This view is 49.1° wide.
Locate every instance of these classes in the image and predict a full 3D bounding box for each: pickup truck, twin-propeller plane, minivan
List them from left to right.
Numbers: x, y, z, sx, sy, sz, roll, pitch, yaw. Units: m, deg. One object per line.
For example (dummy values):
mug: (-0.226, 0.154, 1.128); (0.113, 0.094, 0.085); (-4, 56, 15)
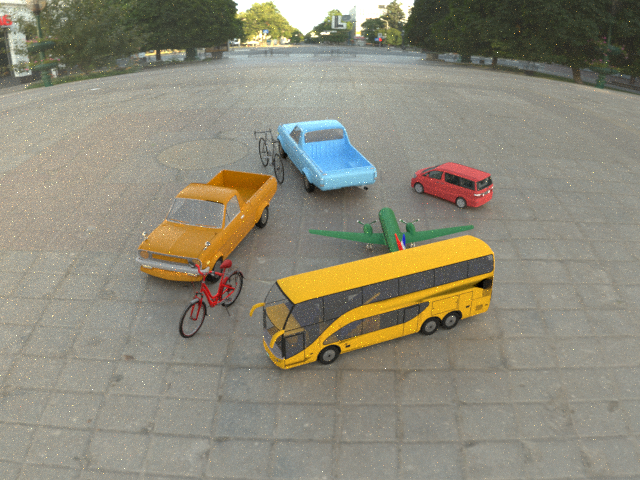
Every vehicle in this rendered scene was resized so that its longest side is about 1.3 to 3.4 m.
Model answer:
pickup truck: (-1.727, -0.405, 11.298); (1.244, 0.993, 3.117); (8, 29, 15)
pickup truck: (0.053, -1.791, 13.876); (1.244, 0.993, 3.117); (-9, 30, -16)
twin-propeller plane: (1.160, -0.139, 11.016); (2.663, 0.792, 2.129); (-2, 28, -3)
minivan: (2.419, -1.082, 12.957); (1.548, 0.616, 0.681); (24, 37, 37)

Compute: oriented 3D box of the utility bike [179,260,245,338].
utility bike: (-1.386, 0.677, 9.337); (0.535, 0.946, 1.435); (15, 32, 26)

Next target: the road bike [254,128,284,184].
road bike: (-0.975, -1.697, 13.851); (0.358, 0.852, 1.545); (-11, 30, -19)

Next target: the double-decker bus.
double-decker bus: (0.749, 0.781, 9.031); (3.251, 1.052, 0.756); (-12, 31, -21)
